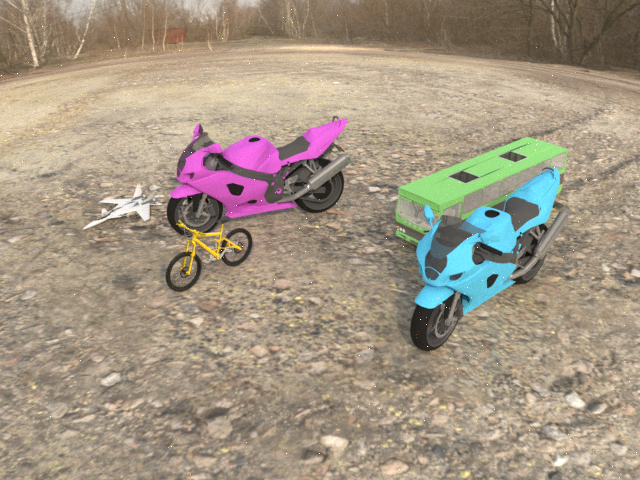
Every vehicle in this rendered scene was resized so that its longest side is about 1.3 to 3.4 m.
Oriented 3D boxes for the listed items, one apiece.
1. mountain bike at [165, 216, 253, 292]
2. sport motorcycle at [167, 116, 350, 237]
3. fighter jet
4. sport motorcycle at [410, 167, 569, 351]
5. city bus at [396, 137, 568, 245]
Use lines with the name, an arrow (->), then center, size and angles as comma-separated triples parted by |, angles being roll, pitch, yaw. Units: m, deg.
mountain bike -> -1.480, 0.122, 9.426 | 0.573, 0.868, 1.469 | 24, 37, 37
sport motorcycle -> -0.915, -0.981, 10.690 | 2.955, 1.596, 0.983 | -12, 31, -22
fighter jet -> -3.233, -0.501, 11.178 | 1.147, 0.286, 1.358 | 20, 34, 32
sport motorcycle -> 2.067, 0.185, 8.549 | 0.983, 1.596, 2.955 | 24, 37, 37
city bus -> 2.590, -0.736, 10.973 | 3.255, 0.894, 0.926 | -23, 36, -35
